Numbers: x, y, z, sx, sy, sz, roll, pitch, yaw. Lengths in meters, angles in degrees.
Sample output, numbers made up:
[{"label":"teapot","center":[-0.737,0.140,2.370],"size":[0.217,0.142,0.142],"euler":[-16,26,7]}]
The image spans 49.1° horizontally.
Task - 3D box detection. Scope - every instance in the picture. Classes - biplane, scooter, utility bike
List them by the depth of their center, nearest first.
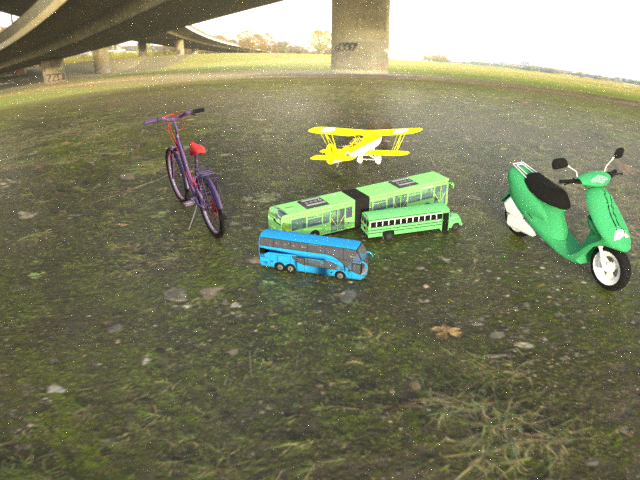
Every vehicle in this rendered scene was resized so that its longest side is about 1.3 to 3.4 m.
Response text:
[{"label":"scooter","center":[3.625,-0.528,10.361],"size":[1.288,1.786,2.721],"euler":[-11,28,-22]},{"label":"utility bike","center":[-2.221,-1.149,11.598],"size":[1.039,1.839,2.791],"euler":[-13,29,-26]},{"label":"biplane","center":[0.688,-1.864,14.087],"size":[2.598,0.981,2.120],"euler":[16,30,30]}]

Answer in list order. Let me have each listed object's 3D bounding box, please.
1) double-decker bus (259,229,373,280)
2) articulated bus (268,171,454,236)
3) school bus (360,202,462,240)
[{"label":"double-decker bus","center":[-0.076,0.215,10.252],"size":[1.672,0.541,0.389],"euler":[8,27,15]},{"label":"articulated bus","center":[0.751,-0.583,11.895],"size":[3.401,0.561,0.605],"euler":[-14,29,-27]},{"label":"school bus","center":[1.526,-0.322,11.497],"size":[1.708,0.434,0.365],"euler":[-8,27,-15]}]
